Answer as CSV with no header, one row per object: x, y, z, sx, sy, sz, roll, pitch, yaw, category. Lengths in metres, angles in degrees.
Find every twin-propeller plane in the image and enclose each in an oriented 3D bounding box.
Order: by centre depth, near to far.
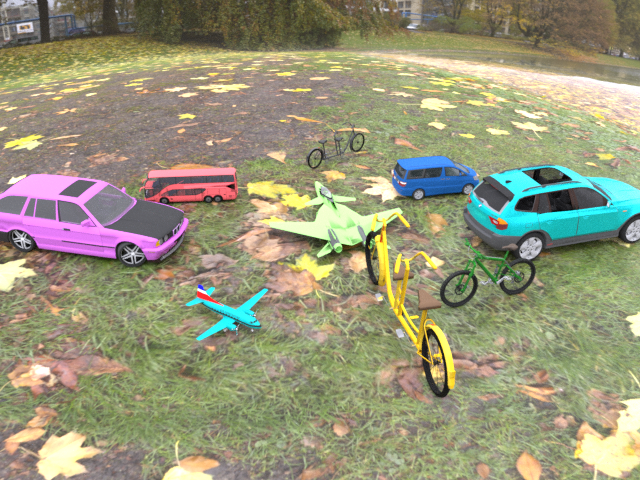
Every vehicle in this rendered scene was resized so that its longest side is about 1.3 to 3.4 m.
-1.193,0.892,9.080,1.095,0.407,1.370,18,34,29,twin-propeller plane

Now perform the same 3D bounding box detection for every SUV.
3.785,-0.561,10.948,3.058,1.128,1.276,-9,30,-15,SUV

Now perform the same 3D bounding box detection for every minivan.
2.093,-1.154,12.539,1.548,0.616,0.681,-6,30,-11,minivan

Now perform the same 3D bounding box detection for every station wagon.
-3.614,-0.390,10.854,3.105,0.920,1.327,7,30,13,station wagon

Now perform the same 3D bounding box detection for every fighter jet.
0.226,-0.590,11.588,2.229,0.557,2.640,-7,30,-12,fighter jet

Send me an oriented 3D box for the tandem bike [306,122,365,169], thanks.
0.325,-1.895,13.802,1.642,0.682,0.283,-26,38,-38,tandem bike

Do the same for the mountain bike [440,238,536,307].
2.286,0.440,9.419,1.469,0.868,0.573,-10,31,-17,mountain bike

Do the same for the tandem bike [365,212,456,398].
1.037,0.596,8.668,0.550,1.326,3.192,-6,30,-11,tandem bike

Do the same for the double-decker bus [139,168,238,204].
-2.286,-0.948,12.247,1.672,0.541,0.389,-2,29,-4,double-decker bus
